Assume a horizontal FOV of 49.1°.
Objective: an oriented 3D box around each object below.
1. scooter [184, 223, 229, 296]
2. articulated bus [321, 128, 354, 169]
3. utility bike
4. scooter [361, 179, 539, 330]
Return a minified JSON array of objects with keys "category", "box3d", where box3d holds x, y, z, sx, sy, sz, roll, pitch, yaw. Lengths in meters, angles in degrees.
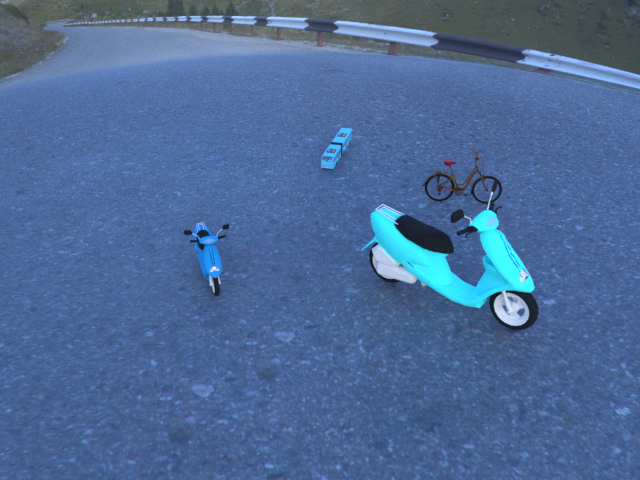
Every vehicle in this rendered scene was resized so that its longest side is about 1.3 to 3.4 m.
[{"category":"scooter","box3d":[-1.676,0.140,10.410,0.662,0.919,1.399,-9,31,-16]},{"category":"articulated bus","box3d":[0.366,-1.942,14.731,0.311,0.289,1.749,8,30,13]},{"category":"utility bike","box3d":[2.576,-1.140,12.645,1.435,0.946,0.535,4,30,6]},{"category":"scooter","box3d":[1.759,0.106,9.588,2.721,1.786,1.288,20,35,31]}]
